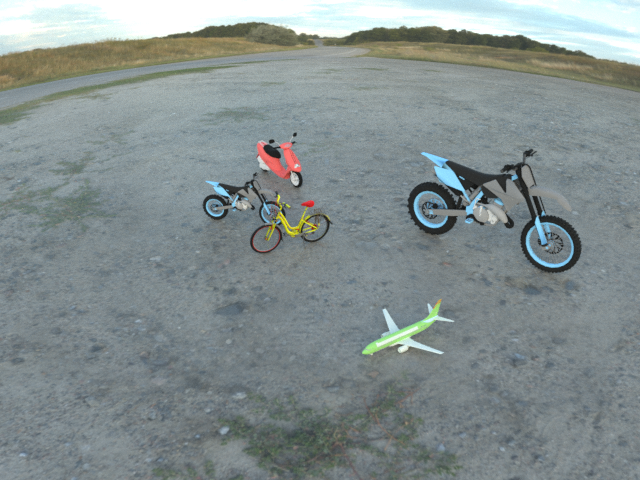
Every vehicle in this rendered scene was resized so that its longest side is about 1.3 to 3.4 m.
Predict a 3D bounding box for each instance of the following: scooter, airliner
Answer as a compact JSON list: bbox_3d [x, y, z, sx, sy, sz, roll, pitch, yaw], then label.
[{"bbox_3d":[-0.792,-1.603,13.427,0.662,0.919,1.399,-22,36,-35],"label":"scooter"},{"bbox_3d":[1.068,1.125,8.951,1.307,0.429,1.161,-18,33,-29],"label":"airliner"}]

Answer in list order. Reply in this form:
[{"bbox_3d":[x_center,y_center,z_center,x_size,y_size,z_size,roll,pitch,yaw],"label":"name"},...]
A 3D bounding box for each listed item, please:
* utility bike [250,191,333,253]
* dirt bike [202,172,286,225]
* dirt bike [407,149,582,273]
[{"bbox_3d":[-0.414,-0.270,10.963,1.435,0.946,0.535,-13,31,-23],"label":"utility bike"},{"bbox_3d":[-1.293,-0.671,11.789,1.493,0.857,0.527,8,30,14],"label":"dirt bike"},{"bbox_3d":[2.632,-0.555,10.734,2.903,1.666,1.024,21,35,33],"label":"dirt bike"}]
